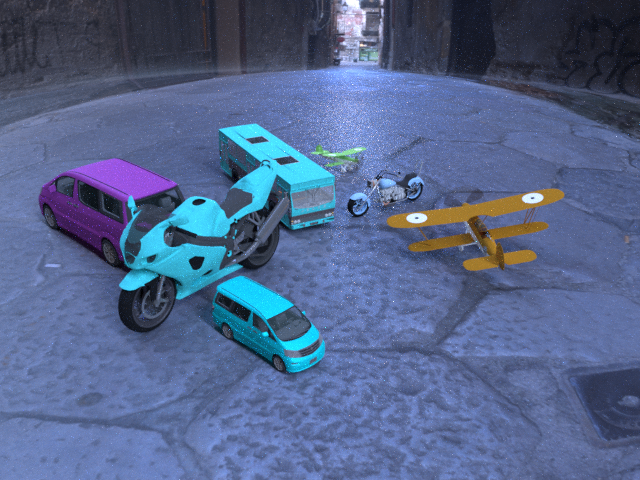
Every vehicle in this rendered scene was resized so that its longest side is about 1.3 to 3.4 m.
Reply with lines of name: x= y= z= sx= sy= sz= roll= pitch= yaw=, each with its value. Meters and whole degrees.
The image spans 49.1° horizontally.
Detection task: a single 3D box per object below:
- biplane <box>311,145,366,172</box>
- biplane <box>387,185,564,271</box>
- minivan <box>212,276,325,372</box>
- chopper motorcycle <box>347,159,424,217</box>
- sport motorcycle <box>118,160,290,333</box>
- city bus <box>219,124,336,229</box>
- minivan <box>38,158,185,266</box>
biplane: x=0.361 y=-1.635 z=13.803 sx=1.090 sy=0.504 sz=1.336 roll=18 pitch=32 yaw=32
biplane: x=2.302 y=-0.081 z=10.137 sx=2.598 sy=0.981 sz=2.120 roll=-2 pitch=26 yaw=-4
minivan: x=-0.627 y=0.988 z=8.394 sx=1.548 sy=0.616 sz=0.681 roll=24 pitch=35 yaw=39
chopper motorcycle: x=1.151 y=-0.898 z=12.029 sx=1.563 sy=0.761 sz=0.466 roll=-15 pitch=30 yaw=-28
sport motorcycle: x=-1.507 y=0.018 z=9.245 sx=0.983 sy=1.596 sz=2.955 roll=18 pitch=32 yaw=32
city bus: x=-0.851 y=-1.170 z=12.428 sx=0.926 sy=0.894 sz=3.255 roll=-13 pitch=29 yaw=-25
minivan: x=-3.300 y=-0.597 z=10.933 sx=3.011 sy=1.197 sz=1.324 roll=23 pitch=35 yaw=38
